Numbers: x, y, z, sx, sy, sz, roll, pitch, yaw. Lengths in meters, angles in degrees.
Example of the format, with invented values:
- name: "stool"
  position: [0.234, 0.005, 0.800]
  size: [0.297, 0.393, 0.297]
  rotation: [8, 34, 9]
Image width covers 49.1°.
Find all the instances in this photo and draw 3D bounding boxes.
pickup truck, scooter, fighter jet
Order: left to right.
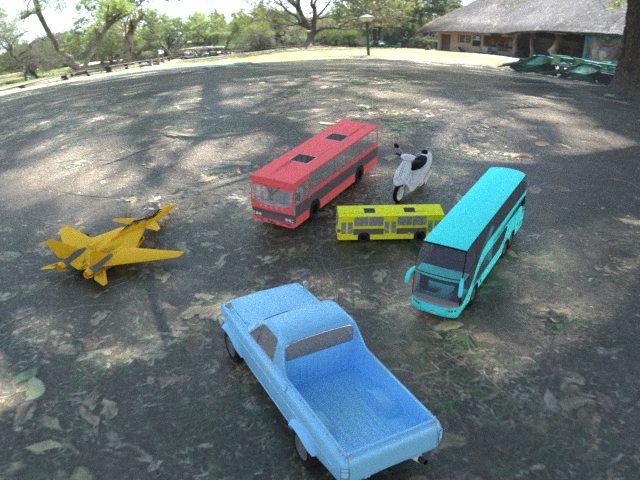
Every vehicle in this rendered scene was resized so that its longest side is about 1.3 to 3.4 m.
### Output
- name: "fighter jet"
  position: [-2.992, -0.198, 10.856]
  size: [2.229, 0.557, 2.640]
  rotation: [11, 30, 21]
- name: "pickup truck"
  position: [-0.040, 1.314, 7.514]
  size: [1.244, 0.993, 3.117]
  rotation: [-14, 31, -25]
- name: "scooter"
  position: [1.668, -1.282, 12.527]
  size: [0.662, 0.919, 1.399]
  rotation: [17, 32, 29]

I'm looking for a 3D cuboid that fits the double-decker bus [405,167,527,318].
- name: "double-decker bus"
  position: [2.197, -0.031, 10.008]
  size: [0.756, 1.052, 3.251]
  rotation: [15, 31, 26]

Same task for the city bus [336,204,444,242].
- name: "city bus"
  position: [1.097, -0.265, 11.086]
  size: [1.674, 0.460, 0.476]
  rotation: [-1, 28, -2]

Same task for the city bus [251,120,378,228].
- name: "city bus"
  position: [-0.001, -1.217, 12.429]
  size: [0.926, 0.894, 3.255]
  rotation: [14, 31, 25]
